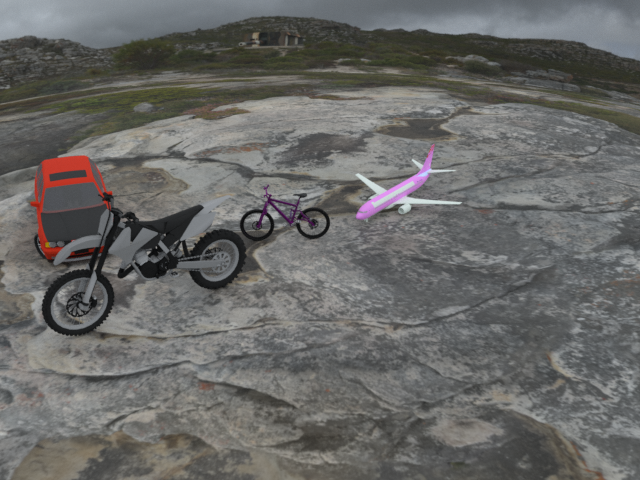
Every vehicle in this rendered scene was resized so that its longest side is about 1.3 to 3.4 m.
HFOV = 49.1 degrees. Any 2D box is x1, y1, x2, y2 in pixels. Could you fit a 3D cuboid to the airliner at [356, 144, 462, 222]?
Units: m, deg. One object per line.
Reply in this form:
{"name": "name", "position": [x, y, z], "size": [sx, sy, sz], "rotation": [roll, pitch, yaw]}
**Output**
{"name": "airliner", "position": [1.412, -1.024, 12.619], "size": [2.257, 0.835, 2.541], "rotation": [20, 33, 34]}

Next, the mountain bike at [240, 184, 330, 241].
{"name": "mountain bike", "position": [-0.566, -0.398, 11.326], "size": [1.469, 0.868, 0.573], "rotation": [-2, 27, -4]}

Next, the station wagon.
{"name": "station wagon", "position": [-4.158, -0.644, 11.760], "size": [1.327, 0.920, 3.105], "rotation": [-10, 28, -19]}

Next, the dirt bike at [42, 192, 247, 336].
{"name": "dirt bike", "position": [-2.242, 0.207, 9.216], "size": [2.903, 1.666, 1.024], "rotation": [-18, 32, -32]}
